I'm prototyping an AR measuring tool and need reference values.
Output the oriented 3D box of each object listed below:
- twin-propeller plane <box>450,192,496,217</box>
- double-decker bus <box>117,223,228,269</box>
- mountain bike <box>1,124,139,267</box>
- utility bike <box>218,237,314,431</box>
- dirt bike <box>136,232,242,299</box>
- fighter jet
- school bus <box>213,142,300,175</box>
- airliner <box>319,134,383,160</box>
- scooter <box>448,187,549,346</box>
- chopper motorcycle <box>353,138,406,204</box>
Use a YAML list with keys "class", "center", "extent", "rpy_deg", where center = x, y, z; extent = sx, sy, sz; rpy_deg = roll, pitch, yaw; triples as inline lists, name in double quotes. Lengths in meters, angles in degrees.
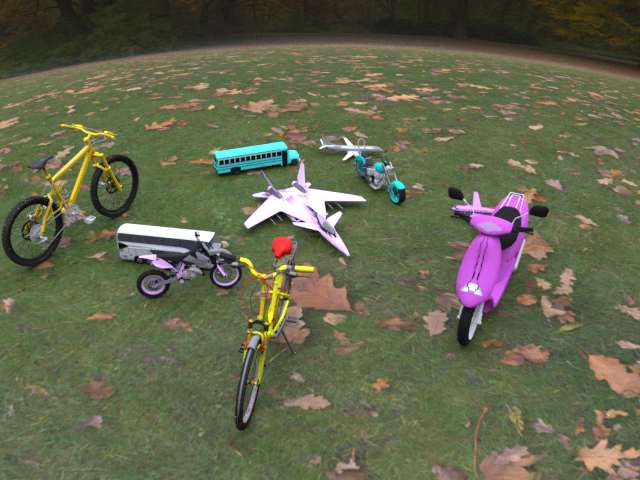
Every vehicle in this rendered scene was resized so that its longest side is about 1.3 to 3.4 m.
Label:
- class: "twin-propeller plane"
  center: [2.770, -0.536, 11.928]
  extent: [1.095, 0.407, 1.370]
  rpy_deg: [5, 31, 8]
- class: "double-decker bus"
  center: [-2.261, 0.106, 10.705]
  extent: [1.672, 0.541, 0.389]
  rpy_deg: [6, 31, 9]
- class: "mountain bike"
  center: [-3.895, -0.782, 11.083]
  extent: [1.114, 1.688, 2.857]
  rpy_deg: [15, 34, 24]
- class: "utility bike"
  center: [-0.522, 0.804, 8.241]
  extent: [1.039, 1.839, 2.791]
  rpy_deg: [5, 31, 8]
- class: "dirt bike"
  center: [-1.859, 0.388, 9.914]
  extent: [1.493, 0.857, 0.527]
  rpy_deg: [-7, 31, -11]
- class: "fighter jet"
  center: [-0.133, -0.506, 11.728]
  extent: [2.229, 0.557, 2.640]
  rpy_deg: [-14, 33, -22]
- class: "school bus"
  center: [-1.226, -1.612, 13.728]
  extent: [1.708, 0.434, 0.365]
  rpy_deg: [-11, 32, -19]
- class: "airliner"
  center: [0.641, -1.957, 14.319]
  extent: [1.307, 0.429, 1.161]
  rpy_deg: [1, 31, 2]
- class: "scooter"
  center: [2.377, 0.083, 9.517]
  extent: [1.288, 1.786, 2.721]
  rpy_deg: [14, 33, 23]
- class: "chopper motorcycle"
  center: [1.095, -1.265, 12.817]
  extent: [0.466, 0.761, 1.563]
  rpy_deg: [-15, 34, -24]
